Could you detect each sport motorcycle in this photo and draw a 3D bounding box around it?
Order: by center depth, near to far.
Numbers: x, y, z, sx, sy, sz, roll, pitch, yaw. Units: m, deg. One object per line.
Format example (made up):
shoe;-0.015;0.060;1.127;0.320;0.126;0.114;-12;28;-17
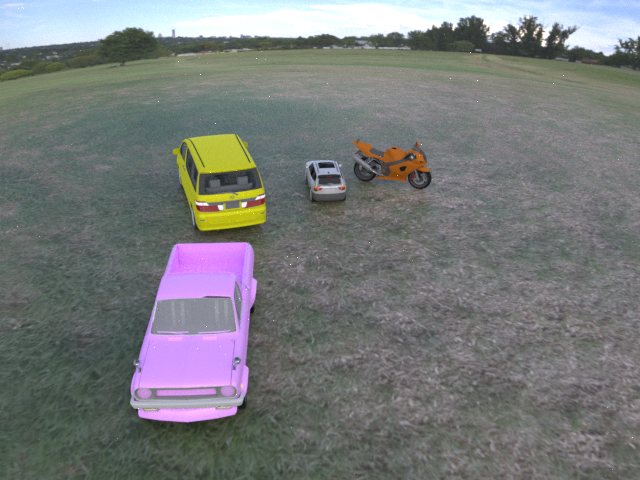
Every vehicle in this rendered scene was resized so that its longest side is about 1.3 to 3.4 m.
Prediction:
sport motorcycle;1.319;-1.402;12.884;1.520;0.821;0.506;10;29;19

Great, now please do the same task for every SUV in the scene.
SUV;0.091;-1.166;12.688;0.656;0.580;1.572;-3;27;-6

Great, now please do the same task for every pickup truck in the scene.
pickup truck;-1.409;0.849;8.318;1.244;0.993;3.117;-1;27;-2

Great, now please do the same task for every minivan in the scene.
minivan;-1.770;-1.171;12.022;1.324;1.197;3.011;-8;28;-15
